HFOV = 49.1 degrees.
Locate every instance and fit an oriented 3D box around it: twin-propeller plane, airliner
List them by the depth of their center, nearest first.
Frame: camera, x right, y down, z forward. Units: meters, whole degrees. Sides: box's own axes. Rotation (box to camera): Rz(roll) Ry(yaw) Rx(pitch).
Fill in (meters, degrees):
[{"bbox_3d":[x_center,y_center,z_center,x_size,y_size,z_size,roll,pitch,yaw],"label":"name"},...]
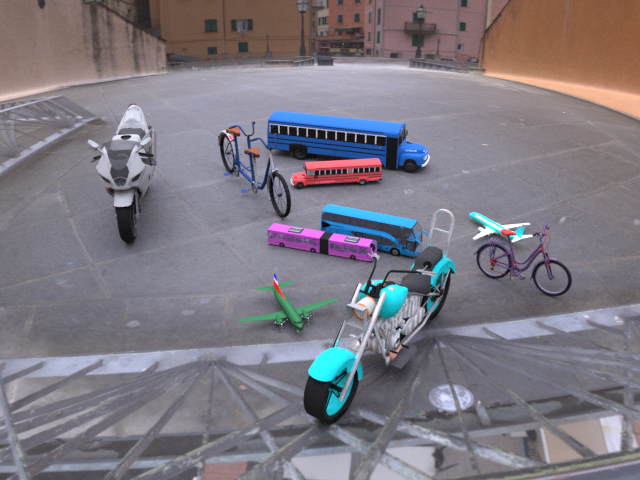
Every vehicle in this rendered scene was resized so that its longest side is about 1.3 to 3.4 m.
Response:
[{"bbox_3d":[-0.432,0.833,9.157,1.370,0.407,1.095,-11,29,-20],"label":"twin-propeller plane"},{"bbox_3d":[2.852,-0.287,11.309,1.161,0.429,1.307,-14,30,-25],"label":"airliner"}]

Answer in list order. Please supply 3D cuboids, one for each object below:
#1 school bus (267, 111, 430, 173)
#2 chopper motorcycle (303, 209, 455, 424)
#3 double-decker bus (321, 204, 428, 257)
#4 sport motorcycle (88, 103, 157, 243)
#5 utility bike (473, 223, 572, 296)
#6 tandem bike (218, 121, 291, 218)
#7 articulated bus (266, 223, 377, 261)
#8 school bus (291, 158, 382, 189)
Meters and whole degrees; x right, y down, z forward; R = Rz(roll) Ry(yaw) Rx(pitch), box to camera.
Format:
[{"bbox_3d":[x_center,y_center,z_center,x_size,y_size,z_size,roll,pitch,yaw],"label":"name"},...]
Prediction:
[{"bbox_3d":[0.571,-2.027,14.237,3.322,0.844,0.709,9,29,17],"label":"school bus"},{"bbox_3d":[0.783,0.786,8.076,0.906,1.480,3.040,18,32,30],"label":"chopper motorcycle"},{"bbox_3d":[0.819,-0.141,10.903,1.672,0.541,0.389,12,29,22],"label":"double-decker bus"},{"bbox_3d":[-3.186,-1.190,11.789,0.983,1.596,2.955,-4,27,-7],"label":"sport motorcycle"},{"bbox_3d":[2.853,0.200,9.797,1.435,0.946,0.535,18,32,31],"label":"utility bike"},{"bbox_3d":[-1.247,-1.480,12.648,0.550,1.326,3.192,-14,30,-25],"label":"tandem bike"},{"bbox_3d":[0.012,0.032,10.842,1.749,0.289,0.311,10,29,18],"label":"articulated bus"},{"bbox_3d":[0.302,-1.261,13.196,1.708,0.434,0.365,-4,28,-8],"label":"school bus"}]
